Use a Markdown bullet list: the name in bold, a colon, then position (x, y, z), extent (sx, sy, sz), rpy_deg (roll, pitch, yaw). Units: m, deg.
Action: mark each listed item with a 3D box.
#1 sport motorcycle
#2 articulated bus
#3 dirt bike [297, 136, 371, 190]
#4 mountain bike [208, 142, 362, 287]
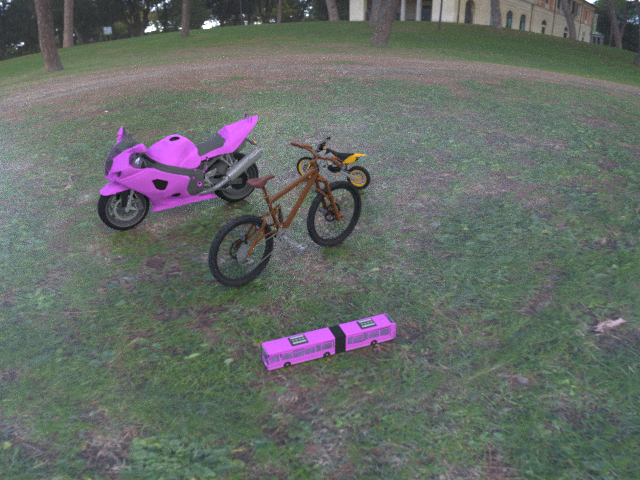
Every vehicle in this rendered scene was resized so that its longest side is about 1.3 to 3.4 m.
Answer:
- **sport motorcycle**: position (-2.330, -1.162, 11.796), extent (2.955, 1.596, 0.983), rpy_deg (-17, 34, -28)
- **articulated bus**: position (0.118, 1.270, 8.796), extent (1.749, 0.289, 0.311), rpy_deg (-11, 31, -19)
- **dirt bike**: position (0.238, -1.420, 13.012), extent (1.493, 0.857, 0.527), rpy_deg (12, 31, 21)
- **mountain bike**: position (-0.436, -0.383, 10.314), extent (2.857, 1.688, 1.114), rpy_deg (-23, 36, -35)
